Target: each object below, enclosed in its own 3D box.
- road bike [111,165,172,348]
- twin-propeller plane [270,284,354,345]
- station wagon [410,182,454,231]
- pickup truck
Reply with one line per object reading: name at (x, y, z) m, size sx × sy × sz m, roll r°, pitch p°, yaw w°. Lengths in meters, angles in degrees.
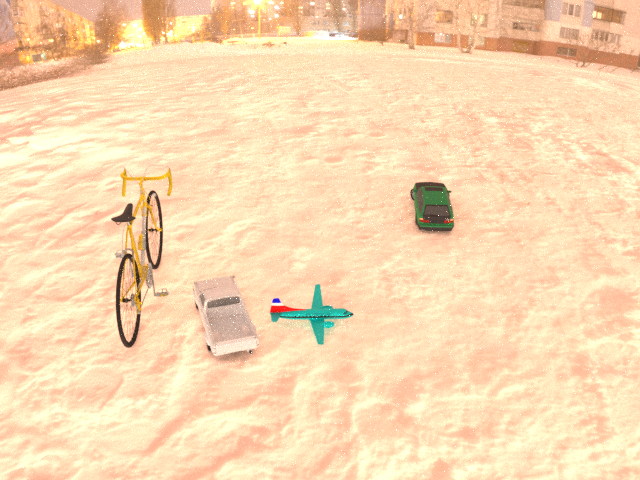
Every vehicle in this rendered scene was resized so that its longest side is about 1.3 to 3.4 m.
road bike at (-2.390, 0.081, 9.319) m, size 0.696 × 1.656 × 3.004 m, roll -1°, pitch 29°, yaw -2°
twin-propeller plane at (-0.106, 0.918, 9.094) m, size 1.095 × 0.407 × 1.370 m, roll -1°, pitch 29°, yaw -2°
station wagon at (1.917, -0.670, 11.908) m, size 0.682 × 0.473 × 1.597 m, roll 2°, pitch 29°, yaw 3°
pickup truck at (-1.236, 0.912, 8.998) m, size 0.640 × 0.511 × 1.603 m, roll -9°, pitch 30°, yaw -15°
